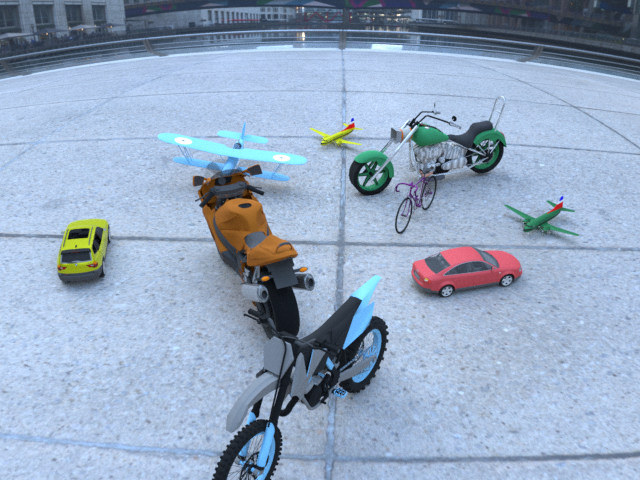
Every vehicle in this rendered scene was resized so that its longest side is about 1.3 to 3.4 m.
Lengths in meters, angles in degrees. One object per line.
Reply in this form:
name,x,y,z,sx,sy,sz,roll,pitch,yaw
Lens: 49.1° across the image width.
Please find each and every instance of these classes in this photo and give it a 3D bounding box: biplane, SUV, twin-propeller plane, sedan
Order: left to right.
SUV,-3.485,0.054,10.324,0.656,0.580,1.572,-5,31,-9
biplane,-1.495,-1.511,12.609,2.598,0.981,2.120,2,30,4
twin-propeller plane,0.374,-2.179,14.321,1.370,0.407,1.095,24,38,35
sedan,2.088,0.378,9.867,1.613,0.483,0.635,-8,31,-14
twin-propeller plane,3.603,-0.384,11.248,1.095,0.407,1.370,-24,38,-35

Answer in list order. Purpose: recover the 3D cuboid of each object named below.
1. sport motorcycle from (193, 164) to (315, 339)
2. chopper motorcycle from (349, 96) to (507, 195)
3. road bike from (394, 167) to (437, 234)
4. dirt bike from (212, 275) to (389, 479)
sport motorcycle,-0.939,0.093,9.250,0.983,1.596,2.955,-13,33,-21
chopper motorcycle,1.965,-1.683,12.408,3.040,1.480,0.906,-10,32,-17
road bike,1.577,-0.697,11.343,0.358,0.852,1.545,17,35,27
dirt bike,-0.078,1.375,6.985,1.024,1.666,2.903,20,36,30
